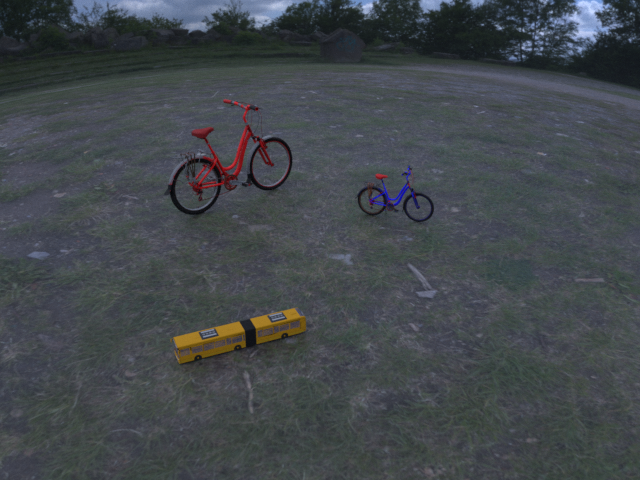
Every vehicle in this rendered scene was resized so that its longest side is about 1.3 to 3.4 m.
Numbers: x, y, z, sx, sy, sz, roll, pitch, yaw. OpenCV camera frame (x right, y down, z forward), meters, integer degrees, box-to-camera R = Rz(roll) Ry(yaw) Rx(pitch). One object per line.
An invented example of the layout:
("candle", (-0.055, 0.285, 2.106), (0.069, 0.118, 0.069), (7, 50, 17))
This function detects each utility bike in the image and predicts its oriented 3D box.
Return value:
("utility bike", (-1.682, -1.575, 12.752), (2.791, 1.839, 1.039), (-21, 35, -35))
("utility bike", (1.319, -0.841, 12.314), (1.435, 0.946, 0.535), (9, 29, 17))

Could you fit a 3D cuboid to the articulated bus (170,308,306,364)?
("articulated bus", (-1.031, 1.229, 9.084), (1.749, 0.289, 0.311), (-12, 30, -21))
